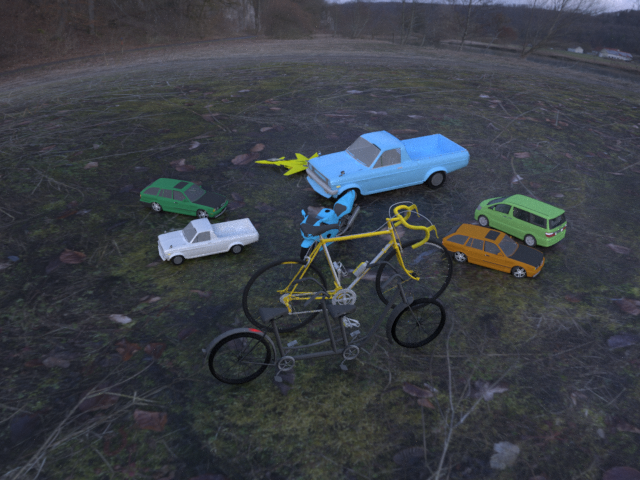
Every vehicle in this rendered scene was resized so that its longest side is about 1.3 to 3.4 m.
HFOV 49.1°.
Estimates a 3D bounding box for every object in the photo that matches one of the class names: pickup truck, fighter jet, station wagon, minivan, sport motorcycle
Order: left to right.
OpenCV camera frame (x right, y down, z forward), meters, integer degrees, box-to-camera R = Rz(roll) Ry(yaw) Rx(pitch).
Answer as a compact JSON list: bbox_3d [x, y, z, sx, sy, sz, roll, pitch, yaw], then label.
[{"bbox_3d":[-2.459,-0.779,12.681,1.597,0.473,0.682,10,31,17],"label":"station wagon"},{"bbox_3d":[-1.816,-0.051,11.349,1.603,0.511,0.640,-11,31,-19],"label":"pickup truck"},{"bbox_3d":[-0.684,-1.637,14.396,1.358,0.286,1.147,5,30,9],"label":"fighter jet"},{"bbox_3d":[0.139,-0.211,11.316,0.506,0.821,1.520,18,34,29],"label":"sport motorcycle"},{"bbox_3d":[1.315,-1.523,13.473,3.117,0.993,1.244,-13,32,-21],"label":"pickup truck"},{"bbox_3d":[2.735,0.133,11.059,1.597,0.473,0.682,16,33,26],"label":"station wagon"},{"bbox_3d":[3.378,-0.411,11.881,0.681,0.616,1.548,-24,37,-36],"label":"minivan"}]

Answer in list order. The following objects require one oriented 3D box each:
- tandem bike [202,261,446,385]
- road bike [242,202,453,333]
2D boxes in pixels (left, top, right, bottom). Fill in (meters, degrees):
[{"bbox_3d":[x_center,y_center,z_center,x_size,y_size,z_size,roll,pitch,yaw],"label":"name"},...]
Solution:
[{"bbox_3d":[0.120,1.022,8.612,3.192,1.326,0.550,-9,31,-15],"label":"tandem bike"},{"bbox_3d":[0.429,0.407,9.366,3.004,1.656,0.697,-8,30,-14],"label":"road bike"}]
